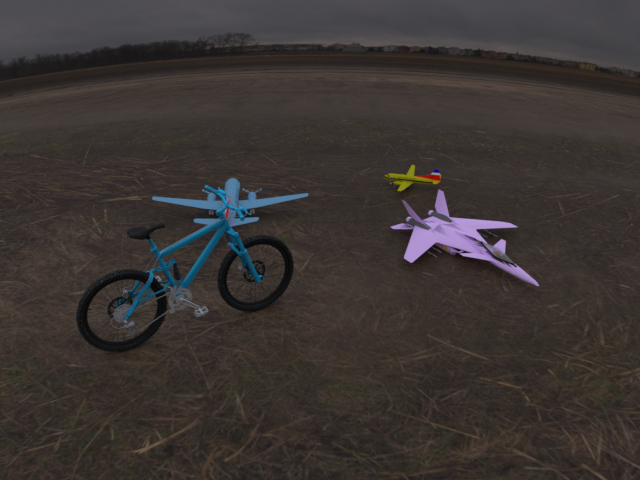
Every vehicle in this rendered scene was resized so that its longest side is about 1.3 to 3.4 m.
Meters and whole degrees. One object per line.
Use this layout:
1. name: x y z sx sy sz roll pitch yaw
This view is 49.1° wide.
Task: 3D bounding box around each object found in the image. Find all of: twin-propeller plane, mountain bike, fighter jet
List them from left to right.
1. mountain bike: -1.596 0.383 8.655 2.857 1.688 1.114 -15 31 -27
2. twin-propeller plane: -1.518 -0.714 11.793 2.663 0.792 2.129 -1 27 -3
3. twin-propeller plane: 1.722 -1.190 13.152 1.095 0.407 1.370 8 28 16
4. fighter jet: 2.341 -0.015 10.682 2.229 0.557 2.640 -16 31 -29
